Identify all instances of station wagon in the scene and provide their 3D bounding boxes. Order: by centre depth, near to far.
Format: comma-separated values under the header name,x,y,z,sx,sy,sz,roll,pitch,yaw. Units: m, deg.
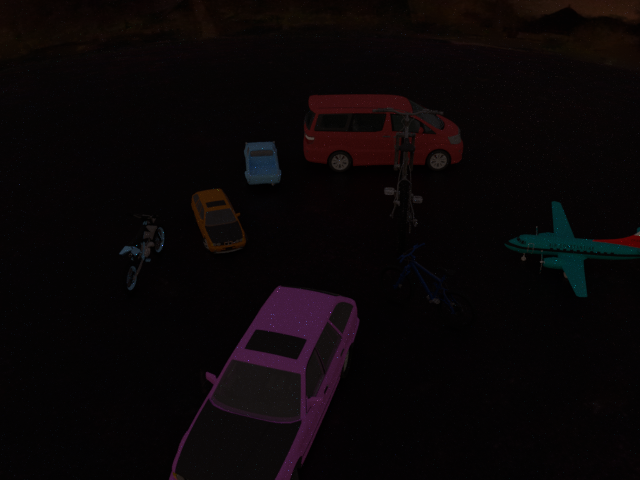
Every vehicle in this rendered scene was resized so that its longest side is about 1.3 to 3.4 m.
name,x,y,z,sx,sy,sz,roll,pitch,yaw
station wagon,-0.482,1.501,7.480,1.327,0.920,3.105,9,32,15
station wagon,-1.614,-0.350,11.014,0.682,0.473,1.597,-10,32,-16

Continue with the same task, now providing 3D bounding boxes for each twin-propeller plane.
name,x,y,z,sx,sy,sz,roll,pitch,yaw
twin-propeller plane,3.766,0.025,10.077,2.129,0.792,2.663,5,31,8

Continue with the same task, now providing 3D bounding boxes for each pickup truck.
name,x,y,z,sx,sy,sz,roll,pitch,yaw
pickup truck,-1.064,-1.450,12.820,0.640,0.511,1.603,-4,31,-6

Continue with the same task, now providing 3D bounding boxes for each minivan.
name,x,y,z,sx,sy,sz,roll,pitch,yaw
minivan,1.194,-2.062,13.175,3.011,1.197,1.324,-1,31,-2

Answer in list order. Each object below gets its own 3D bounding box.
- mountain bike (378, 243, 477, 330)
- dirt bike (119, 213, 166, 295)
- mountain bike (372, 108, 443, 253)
name,x,y,z,sx,sy,sz,roll,pitch,yaw
mountain bike,1.379,0.605,9.032,1.469,0.868,0.573,22,37,32
dirt bike,-2.512,0.091,9.903,0.527,0.857,1.493,5,31,9
mountain bike,1.328,-1.059,11.018,1.114,1.688,2.857,3,31,5
